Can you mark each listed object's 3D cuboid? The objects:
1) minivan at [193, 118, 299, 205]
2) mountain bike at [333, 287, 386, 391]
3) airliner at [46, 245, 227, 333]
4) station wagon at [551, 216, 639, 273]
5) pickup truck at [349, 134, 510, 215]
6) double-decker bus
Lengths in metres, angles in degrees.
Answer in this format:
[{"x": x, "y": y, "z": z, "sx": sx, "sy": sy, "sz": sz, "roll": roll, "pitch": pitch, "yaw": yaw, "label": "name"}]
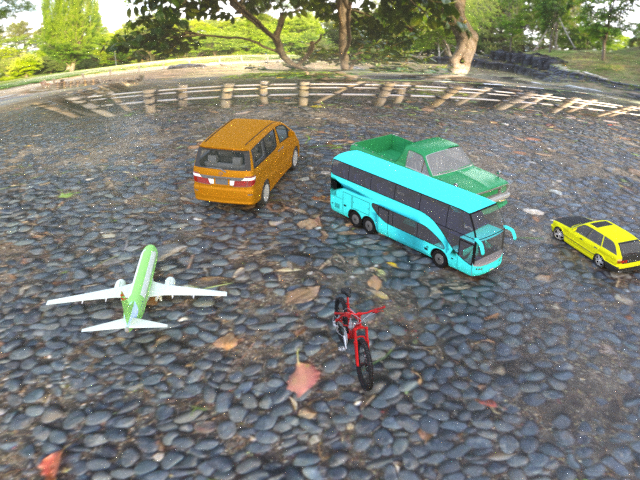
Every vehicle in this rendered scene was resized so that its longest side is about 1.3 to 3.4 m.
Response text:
[{"x": -1.261, "y": -1.593, "z": 12.828, "sx": 1.324, "sy": 1.197, "sz": 3.011, "roll": 6, "pitch": 27, "yaw": 13, "label": "minivan"}, {"x": 0.369, "y": 1.020, "z": 7.921, "sx": 0.573, "sy": 0.868, "sz": 1.469, "roll": -6, "pitch": 27, "yaw": -12, "label": "mountain bike"}, {"x": -2.352, "y": 0.451, "z": 9.108, "sx": 2.257, "sy": 0.835, "sz": 2.541, "roll": -2, "pitch": 26, "yaw": -5, "label": "airliner"}, {"x": 4.165, "y": -0.043, "z": 10.514, "sx": 0.682, "sy": 0.473, "sz": 1.597, "roll": -9, "pitch": 28, "yaw": -18, "label": "station wagon"}, {"x": 1.864, "y": -1.280, "z": 12.427, "sx": 1.244, "sy": 0.993, "sz": 3.117, "roll": -18, "pitch": 31, "yaw": -31, "label": "pickup truck"}, {"x": 1.421, "y": -0.453, "z": 10.690, "sx": 0.756, "sy": 1.052, "sz": 3.251, "roll": -20, "pitch": 33, "yaw": -35, "label": "double-decker bus"}]
